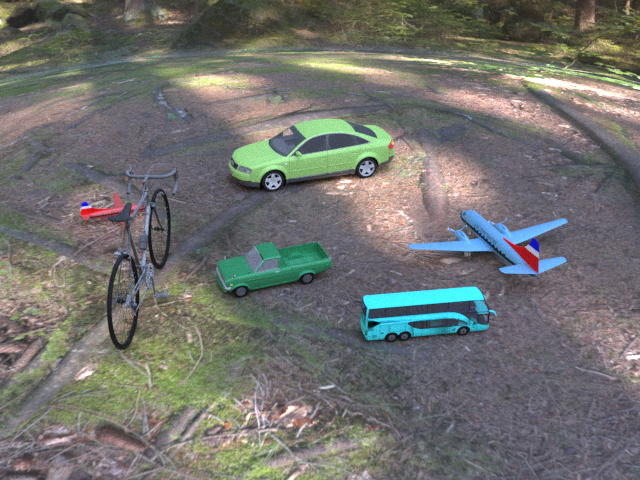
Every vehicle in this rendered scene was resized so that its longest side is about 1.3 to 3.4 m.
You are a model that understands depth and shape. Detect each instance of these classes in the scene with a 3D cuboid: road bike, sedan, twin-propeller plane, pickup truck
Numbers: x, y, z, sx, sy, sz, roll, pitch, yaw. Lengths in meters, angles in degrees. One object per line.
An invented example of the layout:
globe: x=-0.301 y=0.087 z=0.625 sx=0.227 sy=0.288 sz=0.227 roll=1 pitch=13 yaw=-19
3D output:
road bike: x=-2.334 y=0.076 z=9.142 sx=0.697 sy=1.656 sz=3.004 roll=1 pitch=29 yaw=2
sedan: x=-0.148 y=-1.680 z=13.019 sx=3.137 sy=0.940 sz=1.235 roll=-10 pitch=31 yaw=-17
twin-propeller plane: x=-3.356 y=-0.512 z=11.476 sx=1.095 sy=0.407 sz=1.370 roll=-11 pitch=31 yaw=-19
twin-propeller plane: x=2.608 y=-0.070 z=10.290 sx=2.663 sy=0.792 sz=2.129 roll=-9 pitch=30 yaw=-16
pickup truck: x=-0.649 y=0.336 z=9.851 sx=1.603 sy=0.511 sz=0.640 roll=-10 pitch=31 yaw=-18

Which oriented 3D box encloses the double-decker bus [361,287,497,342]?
double-decker bus: x=1.345 y=0.922 z=8.772 sx=1.672 sy=0.541 sz=0.389 roll=-4 pitch=29 yaw=-7
